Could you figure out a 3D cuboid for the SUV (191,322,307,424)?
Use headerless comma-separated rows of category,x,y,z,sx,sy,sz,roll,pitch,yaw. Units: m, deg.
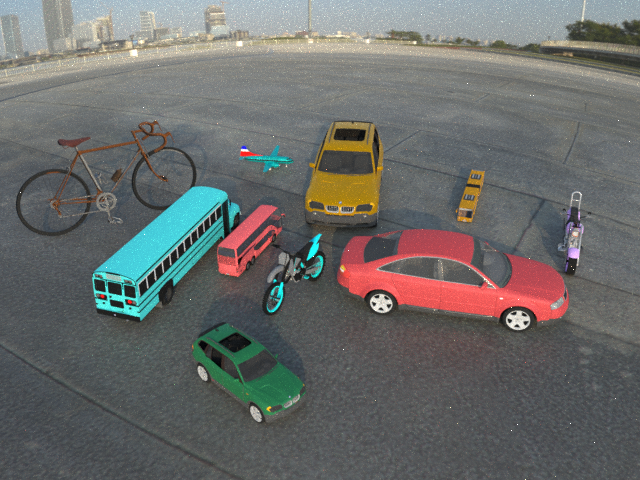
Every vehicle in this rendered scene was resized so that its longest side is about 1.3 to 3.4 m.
SUV,-0.849,1.486,8.110,1.572,0.580,0.656,26,38,38

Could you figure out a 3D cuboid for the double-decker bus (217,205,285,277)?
double-decker bus,-1.053,-0.034,10.873,0.389,0.541,1.672,11,31,19

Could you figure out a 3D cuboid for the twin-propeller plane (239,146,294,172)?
twin-propeller plane,-1.057,-1.658,13.920,1.095,0.407,1.370,4,29,7

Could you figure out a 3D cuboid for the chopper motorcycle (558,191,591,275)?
chopper motorcycle,3.909,-0.118,10.799,0.466,0.761,1.563,8,30,15

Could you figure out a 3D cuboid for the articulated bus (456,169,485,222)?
articulated bus,2.711,-0.812,12.527,0.311,0.289,1.749,9,30,16

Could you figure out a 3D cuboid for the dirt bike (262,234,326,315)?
dirt bike,-0.338,0.422,9.733,0.527,0.857,1.493,17,34,28

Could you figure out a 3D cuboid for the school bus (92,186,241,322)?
school bus,-2.123,0.034,10.440,0.709,0.844,3.322,9,30,16

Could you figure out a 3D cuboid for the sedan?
sedan,1.805,0.441,9.614,3.137,0.940,1.235,6,30,11

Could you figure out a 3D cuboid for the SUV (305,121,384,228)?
SUV,0.488,-1.240,12.432,1.276,1.128,3.058,3,29,6

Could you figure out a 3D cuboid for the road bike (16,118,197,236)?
road bike,-3.468,-1.040,11.532,3.004,1.656,0.696,-16,33,-26
